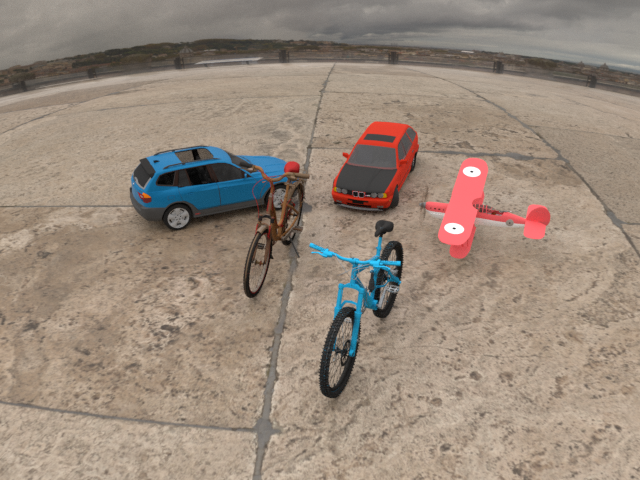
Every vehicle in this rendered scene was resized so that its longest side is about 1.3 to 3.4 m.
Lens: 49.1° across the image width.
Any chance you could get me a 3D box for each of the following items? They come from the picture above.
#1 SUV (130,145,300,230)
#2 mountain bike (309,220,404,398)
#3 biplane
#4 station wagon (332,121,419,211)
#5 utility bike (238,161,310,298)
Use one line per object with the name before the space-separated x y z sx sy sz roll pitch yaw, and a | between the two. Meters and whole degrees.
SUV | -1.882 -1.095 12.654 3.058 1.128 1.276 -13 31 -22
mountain bike | 0.588 0.667 8.814 1.114 1.688 2.857 12 31 20
biplane | 2.665 -0.391 11.508 2.120 0.981 2.598 9 30 17
station wagon | 1.136 -1.551 13.714 1.327 0.920 3.105 8 30 15
utility bike | -0.558 -0.404 10.633 1.039 1.839 2.791 7 29 13
